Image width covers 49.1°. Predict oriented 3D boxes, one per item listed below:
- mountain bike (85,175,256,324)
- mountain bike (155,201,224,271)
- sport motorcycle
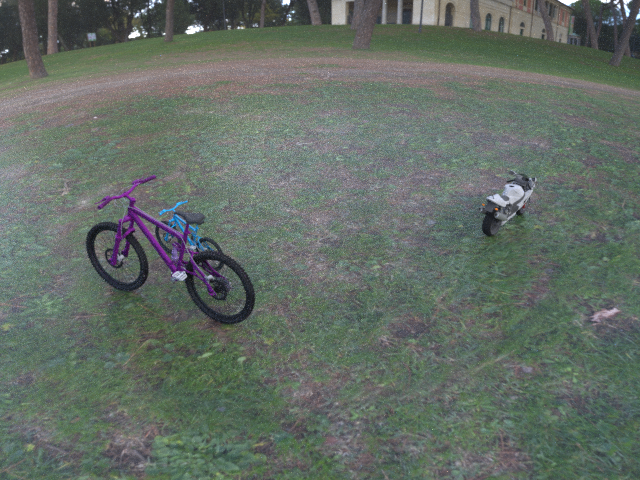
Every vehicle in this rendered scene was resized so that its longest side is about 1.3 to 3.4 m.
[{"bbox_3d":[-2.125,0.176,9.546,2.857,1.688,1.114,14,32,24],"label":"mountain bike"},{"bbox_3d":[-2.037,-0.049,10.794,1.469,0.868,0.573,20,35,31],"label":"mountain bike"},{"bbox_3d":[3.198,-0.626,11.880,0.506,0.821,1.520,24,37,36],"label":"sport motorcycle"}]
